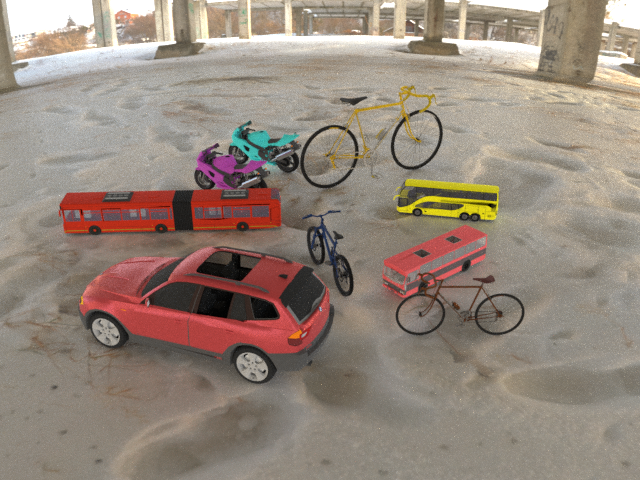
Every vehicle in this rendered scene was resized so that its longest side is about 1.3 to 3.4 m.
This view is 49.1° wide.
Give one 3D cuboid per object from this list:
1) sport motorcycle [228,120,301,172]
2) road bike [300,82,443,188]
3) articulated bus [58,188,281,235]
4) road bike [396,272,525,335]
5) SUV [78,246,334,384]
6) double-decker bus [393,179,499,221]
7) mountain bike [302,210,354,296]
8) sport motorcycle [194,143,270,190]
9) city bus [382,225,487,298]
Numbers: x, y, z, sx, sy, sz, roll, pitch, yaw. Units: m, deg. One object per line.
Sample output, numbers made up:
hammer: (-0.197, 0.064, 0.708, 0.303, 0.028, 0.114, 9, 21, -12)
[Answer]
sport motorcycle: (-1.059, -1.731, 13.116, 1.520, 0.821, 0.506, 12, 30, 21)
road bike: (0.988, -1.866, 12.479, 3.004, 1.656, 0.697, -14, 31, -25)
articulated bus: (-2.318, -0.462, 10.996, 3.401, 0.561, 0.605, -1, 28, -3)
road bike: (1.678, 0.782, 8.333, 1.545, 0.852, 0.358, 0, 28, 0)
SUV: (-1.361, 0.691, 8.211, 3.058, 1.128, 1.276, 10, 29, 18)
double-decker bus: (2.047, -0.658, 11.387, 1.672, 0.541, 0.389, 6, 28, 10)
mountain bike: (0.124, 0.136, 9.537, 0.573, 0.868, 1.469, -11, 30, -21)
sport motorcycle: (-1.542, -1.142, 12.003, 1.520, 0.821, 0.506, 14, 31, 24)
city bus: (1.606, 0.291, 9.681, 1.674, 0.460, 0.476, -21, 34, -34)
